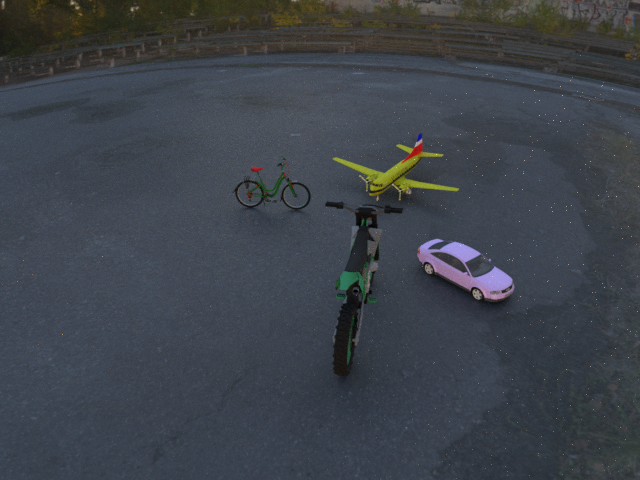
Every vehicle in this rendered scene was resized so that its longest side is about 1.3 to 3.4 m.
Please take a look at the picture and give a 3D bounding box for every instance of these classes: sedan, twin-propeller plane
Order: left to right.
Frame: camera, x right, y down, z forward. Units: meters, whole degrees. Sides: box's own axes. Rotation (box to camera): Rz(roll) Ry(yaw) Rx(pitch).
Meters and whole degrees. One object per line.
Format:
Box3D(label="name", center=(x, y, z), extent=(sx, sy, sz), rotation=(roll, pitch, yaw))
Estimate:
Box3D(label="twin-propeller plane", center=(1.489, -1.390, 13.368), extent=(2.663, 0.792, 2.129), rotation=(18, 34, 28))
Box3D(label="sedan", center=(2.186, 0.398, 10.543), extent=(0.635, 0.483, 1.613), rotation=(-23, 37, -35))

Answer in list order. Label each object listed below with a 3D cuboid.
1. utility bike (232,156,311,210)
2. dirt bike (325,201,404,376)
Box3D(label="utility bike", center=(-0.870, -1.021, 12.566), extent=(1.435, 0.946, 0.535), rotation=(3, 30, 5))
Box3D(label="dirt bike", center=(0.513, 0.413, 9.322), extent=(1.024, 1.666, 2.903), rotation=(6, 30, 10))
